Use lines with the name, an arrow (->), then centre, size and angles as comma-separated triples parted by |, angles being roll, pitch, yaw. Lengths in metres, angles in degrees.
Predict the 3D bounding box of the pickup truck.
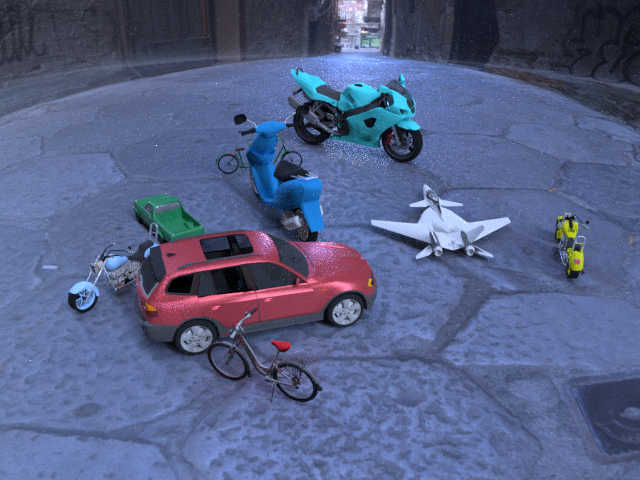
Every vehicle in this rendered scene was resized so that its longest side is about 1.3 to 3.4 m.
pickup truck -> -2.426, -0.380, 11.123 | 0.640, 0.511, 1.603 | -18, 33, -30

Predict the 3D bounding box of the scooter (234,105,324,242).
scooter -> -0.617, -1.127, 11.166 | 1.288, 1.786, 2.721 | -13, 31, -23

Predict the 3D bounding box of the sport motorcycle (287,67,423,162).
sport motorcycle -> 0.691, -2.509, 13.946 | 2.955, 1.596, 0.983 | 15, 32, 26

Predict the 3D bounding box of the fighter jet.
fighter jet -> 1.927, -0.519, 11.333 | 2.229, 0.557, 2.640 | -1, 28, -2

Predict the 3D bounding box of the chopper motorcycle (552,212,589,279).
chopper motorcycle -> 3.645, -0.047, 10.236 | 0.466, 0.761, 1.563 | 4, 29, 8

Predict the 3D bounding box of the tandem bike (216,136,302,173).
tandem bike -> -1.151, -1.595, 13.208 | 1.642, 0.682, 0.283 | -4, 28, -7

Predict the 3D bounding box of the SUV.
SUV -> -0.792, 0.492, 8.843 | 3.058, 1.128, 1.276 | -9, 29, -16

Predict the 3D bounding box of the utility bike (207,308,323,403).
utility bike -> -0.648, 1.295, 7.538 | 1.435, 0.946, 0.535 | 12, 31, 22

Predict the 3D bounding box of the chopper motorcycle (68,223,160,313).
chopper motorcycle -> -2.740, 0.360, 9.476 | 0.466, 0.761, 1.563 | 20, 34, 32
